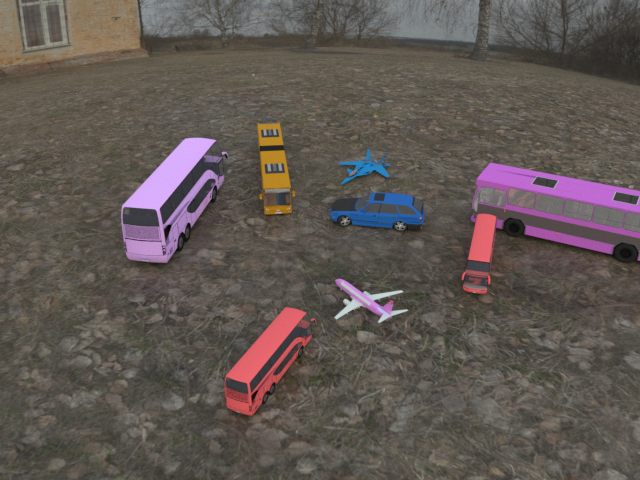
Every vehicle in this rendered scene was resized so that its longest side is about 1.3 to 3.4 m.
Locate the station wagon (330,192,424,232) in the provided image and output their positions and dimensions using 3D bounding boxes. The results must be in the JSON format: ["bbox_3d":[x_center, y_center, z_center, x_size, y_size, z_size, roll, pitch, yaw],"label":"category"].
[{"bbox_3d":[0.962,-0.523,11.828,1.597,0.473,0.682,5,29,9],"label":"station wagon"}]

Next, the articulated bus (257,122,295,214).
[{"bbox_3d":[-0.906,-1.451,13.409,0.605,0.561,3.401,-3,29,-5],"label":"articulated bus"}]

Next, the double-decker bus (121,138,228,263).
[{"bbox_3d":[-2.348,-0.781,11.698,0.756,1.052,3.251,5,29,8],"label":"double-decker bus"}]

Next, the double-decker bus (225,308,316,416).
[{"bbox_3d":[-0.569,1.379,8.334,0.389,0.541,1.672,12,31,21],"label":"double-decker bus"}]

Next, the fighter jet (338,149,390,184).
[{"bbox_3d":[0.784,-1.392,13.585,1.147,0.286,1.358,19,34,30],"label":"fighter jet"}]

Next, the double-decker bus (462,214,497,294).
[{"bbox_3d":[2.402,0.200,10.457,0.389,0.541,1.672,8,30,14],"label":"double-decker bus"}]

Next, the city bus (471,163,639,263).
[{"bbox_3d":[4.124,-0.395,11.163,3.255,0.894,0.926,15,32,25],"label":"city bus"}]

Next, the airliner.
[{"bbox_3d":[0.597,0.735,9.608,1.161,0.429,1.307,-18,34,-30],"label":"airliner"}]
